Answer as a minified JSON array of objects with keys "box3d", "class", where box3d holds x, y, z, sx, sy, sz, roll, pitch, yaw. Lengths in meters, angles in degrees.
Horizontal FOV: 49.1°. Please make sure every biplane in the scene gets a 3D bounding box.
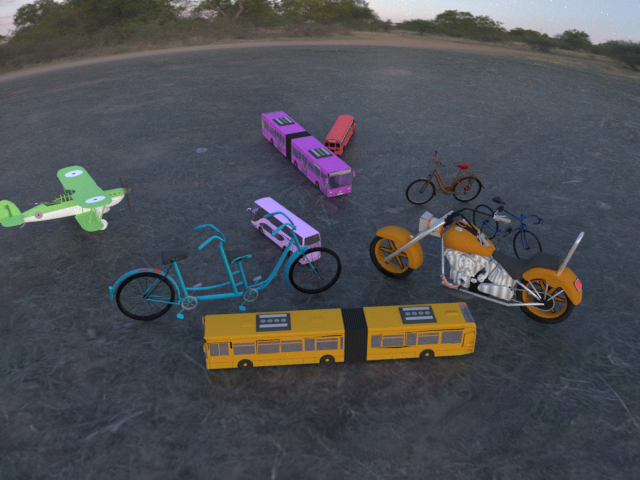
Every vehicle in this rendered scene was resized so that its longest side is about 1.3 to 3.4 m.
[{"box3d":[-4.137,-0.571,11.404,2.120,0.981,2.598,-16,34,-25],"class":"biplane"}]

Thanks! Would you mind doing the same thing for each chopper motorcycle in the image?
[{"box3d":[2.084,0.184,9.632,3.040,1.480,0.906,18,35,27],"class":"chopper motorcycle"}]

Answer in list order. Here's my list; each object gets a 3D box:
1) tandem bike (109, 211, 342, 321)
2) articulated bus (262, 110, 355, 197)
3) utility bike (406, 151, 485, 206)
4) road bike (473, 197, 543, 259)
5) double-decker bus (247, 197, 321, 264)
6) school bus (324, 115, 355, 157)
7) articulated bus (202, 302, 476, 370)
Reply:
[{"box3d":[-1.233,0.366,9.475,3.192,1.326,0.550,-8,31,-13],"class":"tandem bike"},{"box3d":[-0.336,-1.775,13.861,0.605,0.561,3.401,-13,33,-21],"class":"articulated bus"},{"box3d":[2.222,-1.026,12.211,1.435,0.946,0.535,-4,31,-7],"class":"utility bike"},{"box3d":[2.904,-0.189,10.883,0.358,0.852,1.545,-16,34,-25],"class":"road bike"},{"box3d":[-0.585,-0.185,11.182,0.389,0.541,1.672,-19,36,-30],"class":"double-decker bus"},{"box3d":[0.439,-2.231,14.761,0.365,0.434,1.708,7,31,11],"class":"school bus"},{"box3d":[0.230,1.197,8.816,3.401,0.561,0.605,-2,31,-4],"class":"articulated bus"}]
